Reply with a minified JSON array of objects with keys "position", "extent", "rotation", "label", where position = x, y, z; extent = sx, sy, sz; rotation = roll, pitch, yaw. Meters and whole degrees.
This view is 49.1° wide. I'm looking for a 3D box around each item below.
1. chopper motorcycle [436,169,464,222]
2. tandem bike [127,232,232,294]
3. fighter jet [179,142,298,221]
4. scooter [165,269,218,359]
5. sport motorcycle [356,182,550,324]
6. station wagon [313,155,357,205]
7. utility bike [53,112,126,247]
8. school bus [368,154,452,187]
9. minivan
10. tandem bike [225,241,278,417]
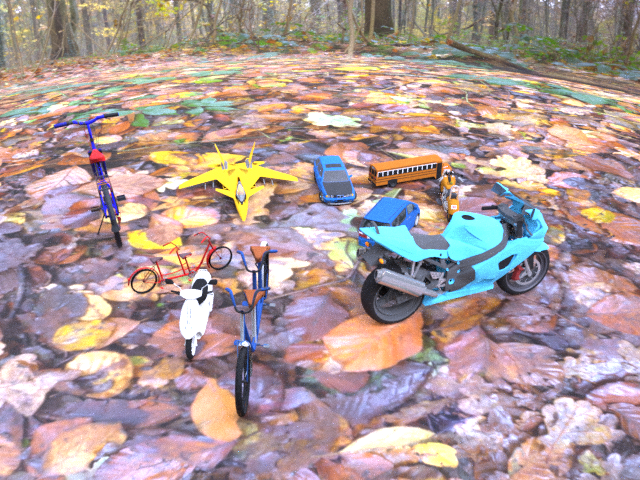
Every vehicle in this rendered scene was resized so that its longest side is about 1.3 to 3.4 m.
[{"position":[2.280,-0.904,12.382],"extent":[0.466,0.761,1.563],"rotation":[1,29,2],"label":"chopper motorcycle"},{"position":[-2.029,0.314,10.234],"extent":[1.642,0.682,0.283],"rotation":[-17,33,-29],"label":"tandem bike"},{"position":[-1.495,-1.095,12.946],"extent":[2.229,0.557,2.640],"rotation":[-4,29,-8],"label":"fighter jet"},{"position":[-1.603,0.812,9.074],"extent":[0.662,0.919,1.399],"rotation":[1,29,1],"label":"scooter"},{"position":[1.881,0.235,9.424],"extent":[2.955,1.596,0.983],"rotation":[-10,30,-17],"label":"sport motorcycle"},{"position":[0.254,-1.170,13.170],"extent":[0.682,0.473,1.597],"rotation":[-4,29,-7],"label":"station wagon"},{"position":[-3.687,-1.064,11.550],"extent":[1.039,1.839,2.791],"rotation":[-10,30,-18],"label":"utility bike"},{"position":[1.777,-1.350,13.541],"extent":[1.708,0.434,0.365],"rotation":[-11,30,-19],"label":"school bus"},{"position":[1.173,-0.354,11.526],"extent":[0.681,0.616,1.548],"rotation":[13,31,23],"label":"minivan"},{"position":[-0.819,0.765,8.735],"extent":[0.550,1.326,3.192],"rotation":[1,29,1],"label":"tandem bike"}]
